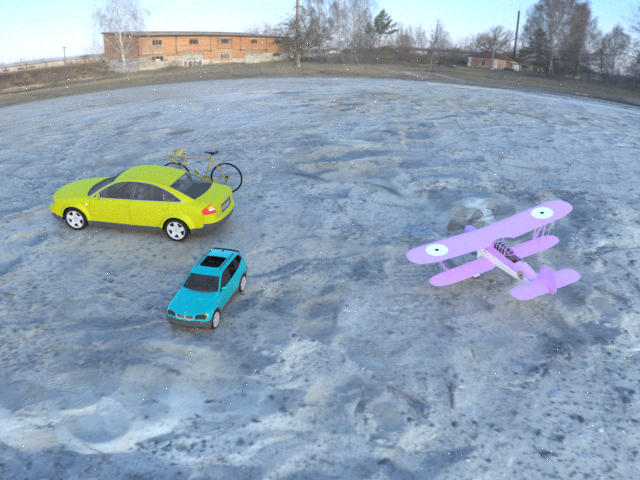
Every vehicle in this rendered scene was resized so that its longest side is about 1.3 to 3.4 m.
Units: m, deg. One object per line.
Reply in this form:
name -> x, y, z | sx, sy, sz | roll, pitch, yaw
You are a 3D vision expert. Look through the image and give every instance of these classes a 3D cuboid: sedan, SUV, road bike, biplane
sedan -> -2.997, -0.722, 11.664 | 3.137, 0.940, 1.235 | 6, 26, 12
SUV -> -1.478, 0.612, 9.311 | 0.656, 0.580, 1.572 | 7, 27, 14
road bike -> -2.201, -1.264, 12.889 | 1.545, 0.852, 0.358 | 1, 26, 2
biplane -> 2.505, 0.250, 9.601 | 2.598, 0.981, 2.120 | -10, 28, -20
